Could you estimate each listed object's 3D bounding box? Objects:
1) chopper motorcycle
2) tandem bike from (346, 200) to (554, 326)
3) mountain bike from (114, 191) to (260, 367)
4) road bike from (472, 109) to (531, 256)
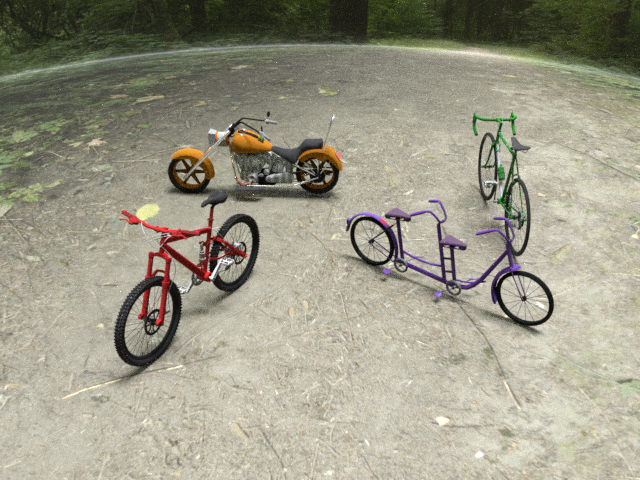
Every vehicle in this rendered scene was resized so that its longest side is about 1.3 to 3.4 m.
[{"bbox_3d":[-1.126,-1.480,12.027,3.040,1.480,0.906,2,30,4],"label":"chopper motorcycle"},{"bbox_3d":[1.638,0.129,9.366,3.192,1.326,0.550,22,36,33],"label":"tandem bike"},{"bbox_3d":[-1.574,0.299,8.704,1.114,1.688,2.857,15,33,24],"label":"mountain bike"},{"bbox_3d":[2.886,-1.010,11.028,0.696,1.656,3.004,-1,30,-1],"label":"road bike"}]
